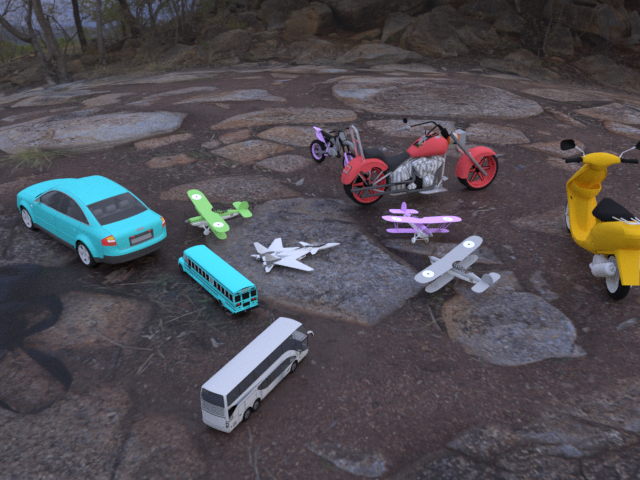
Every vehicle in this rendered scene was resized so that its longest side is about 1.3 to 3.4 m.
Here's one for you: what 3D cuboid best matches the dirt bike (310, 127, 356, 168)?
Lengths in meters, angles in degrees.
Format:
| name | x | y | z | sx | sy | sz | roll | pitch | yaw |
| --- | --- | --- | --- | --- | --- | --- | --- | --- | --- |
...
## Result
| name | x | y | z | sx | sy | sz | roll | pitch | yaw |
| --- | --- | --- | --- | --- | --- | --- | --- | --- | --- |
| dirt bike | 0.282 | -1.773 | 13.533 | 0.527 | 0.857 | 1.493 | -19 | 32 | -33 |

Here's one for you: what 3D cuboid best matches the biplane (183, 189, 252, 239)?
| name | x | y | z | sx | sy | sz | roll | pitch | yaw |
| --- | --- | --- | --- | --- | --- | --- | --- | --- | --- |
| biplane | -1.624 | -0.378 | 11.134 | 1.090 | 0.504 | 1.336 | -15 | 30 | -27 |

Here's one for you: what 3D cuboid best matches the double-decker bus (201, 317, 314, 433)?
| name | x | y | z | sx | sy | sz | roll | pitch | yaw |
| --- | --- | --- | --- | --- | --- | --- | --- | --- | --- |
| double-decker bus | -0.650 | 1.388 | 7.556 | 0.389 | 0.541 | 1.672 | 14 | 30 | 26 |

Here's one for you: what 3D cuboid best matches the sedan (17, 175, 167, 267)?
| name | x | y | z | sx | sy | sz | roll | pitch | yaw |
| --- | --- | --- | --- | --- | --- | --- | --- | --- | --- |
| sedan | -3.633 | -0.485 | 10.861 | 3.137 | 0.940 | 1.235 | 23 | 34 | 38 |

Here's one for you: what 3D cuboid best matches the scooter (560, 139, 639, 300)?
| name | x | y | z | sx | sy | sz | roll | pitch | yaw |
| --- | --- | --- | --- | --- | --- | --- | --- | --- | --- |
| scooter | 3.983 | -0.453 | 9.850 | 1.288 | 1.786 | 2.721 | 1 | 27 | 2 |

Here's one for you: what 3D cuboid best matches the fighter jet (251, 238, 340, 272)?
| name | x | y | z | sx | sy | sz | roll | pitch | yaw |
| --- | --- | --- | --- | --- | --- | --- | --- | --- | --- |
| fighter jet | -0.294 | 0.117 | 10.386 | 1.358 | 0.286 | 1.147 | -13 | 29 | -24 |

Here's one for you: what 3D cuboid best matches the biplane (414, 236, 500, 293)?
| name | x | y | z | sx | sy | sz | roll | pitch | yaw |
| --- | --- | --- | --- | --- | --- | --- | --- | --- | --- |
| biplane | 1.877 | 0.435 | 9.505 | 1.336 | 0.504 | 1.090 | -23 | 34 | -38 |

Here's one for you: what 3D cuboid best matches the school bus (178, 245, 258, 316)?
| name | x | y | z | sx | sy | sz | roll | pitch | yaw |
| --- | --- | --- | --- | --- | --- | --- | --- | --- | --- |
| school bus | -1.429 | 0.488 | 9.479 | 0.365 | 0.434 | 1.708 | -18 | 32 | -32 |

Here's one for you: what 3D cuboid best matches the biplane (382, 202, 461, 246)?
| name | x | y | z | sx | sy | sz | roll | pitch | yaw |
| --- | --- | --- | --- | --- | --- | --- | --- | --- | --- |
| biplane | 1.514 | -0.269 | 10.916 | 1.336 | 0.504 | 1.090 | -9 | 28 | -17 |

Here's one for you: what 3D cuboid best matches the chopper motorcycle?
| name | x | y | z | sx | sy | sz | roll | pitch | yaw |
| --- | --- | --- | --- | --- | --- | --- | --- | --- | --- |
| chopper motorcycle | 1.794 | -1.415 | 12.119 | 3.040 | 1.480 | 0.906 | -10 | 28 | -20 |
